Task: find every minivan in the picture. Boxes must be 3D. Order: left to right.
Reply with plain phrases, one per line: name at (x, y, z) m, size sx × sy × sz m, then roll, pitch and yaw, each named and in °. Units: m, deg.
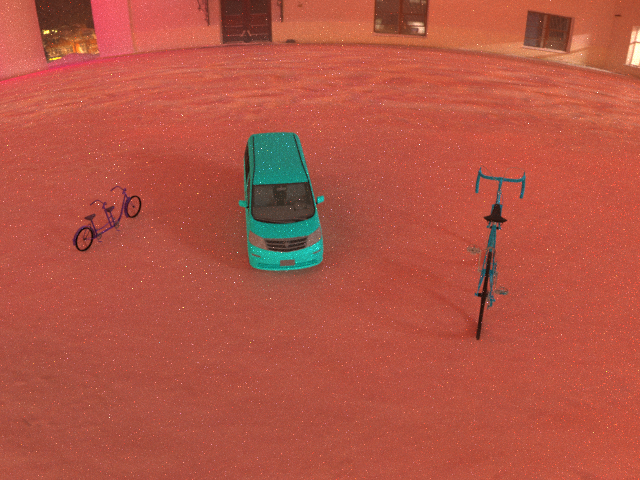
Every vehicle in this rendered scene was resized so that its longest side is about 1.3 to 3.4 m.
minivan at (-0.659, -0.694, 11.418) m, size 1.324 × 1.197 × 3.011 m, roll -4°, pitch 31°, yaw -6°

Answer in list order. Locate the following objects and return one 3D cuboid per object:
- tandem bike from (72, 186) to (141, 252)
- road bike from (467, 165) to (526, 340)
tandem bike at (-3.465, -0.402, 11.431) m, size 0.283 × 0.682 × 1.642 m, roll 14°, pitch 34°, yaw 22°
road bike at (2.381, 0.054, 9.712) m, size 0.696 × 1.656 × 3.004 m, roll 8°, pitch 32°, yaw 14°
